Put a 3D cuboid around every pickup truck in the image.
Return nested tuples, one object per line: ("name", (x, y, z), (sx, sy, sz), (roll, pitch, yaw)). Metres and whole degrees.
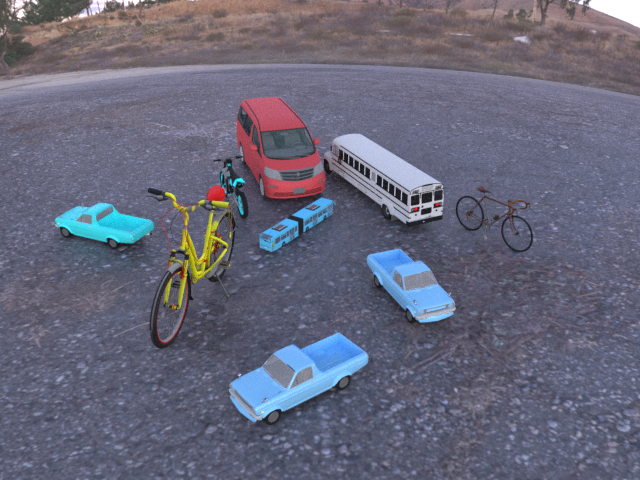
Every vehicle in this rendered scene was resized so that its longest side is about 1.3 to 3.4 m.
("pickup truck", (-0.221, 1.480, 7.873), (1.603, 0.511, 0.640), (-19, 33, -32))
("pickup truck", (-3.487, -0.281, 11.282), (1.603, 0.511, 0.640), (11, 29, 21))
("pickup truck", (1.225, 0.560, 9.655), (0.640, 0.511, 1.603), (-10, 29, -19))

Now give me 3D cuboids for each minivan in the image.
("minivan", (-0.813, -1.809, 13.494), (1.324, 1.197, 3.011), (-8, 28, -15))

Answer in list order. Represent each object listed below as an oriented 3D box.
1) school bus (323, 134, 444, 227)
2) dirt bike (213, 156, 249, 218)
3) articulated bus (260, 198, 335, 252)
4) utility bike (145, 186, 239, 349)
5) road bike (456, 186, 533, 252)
("school bus", (1.015, -1.188, 12.675), (0.709, 0.844, 3.322), (-13, 30, -23))
("dirt bike", (-1.537, -0.989, 12.275), (0.527, 0.857, 1.493), (-11, 29, -21))
("articulated bus", (-0.353, -0.271, 11.505), (0.311, 0.289, 1.749), (17, 32, 30))
("utility bike", (-1.506, 0.090, 9.117), (1.039, 1.839, 2.791), (7, 28, 13))
("road bike", (2.752, -0.380, 11.104), (0.358, 0.852, 1.545), (-20, 33, -33))
